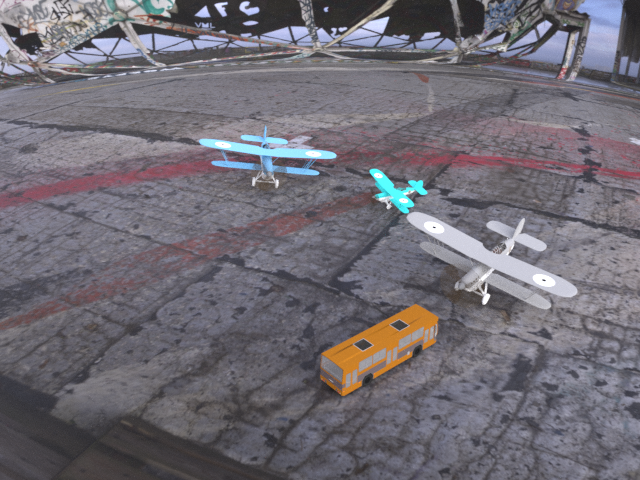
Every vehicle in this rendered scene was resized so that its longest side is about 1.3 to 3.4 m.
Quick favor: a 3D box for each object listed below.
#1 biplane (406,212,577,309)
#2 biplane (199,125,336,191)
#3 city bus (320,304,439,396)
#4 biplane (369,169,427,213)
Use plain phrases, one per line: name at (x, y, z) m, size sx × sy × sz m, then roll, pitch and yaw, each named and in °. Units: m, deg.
biplane at (2.561, 0.291, 10.251) m, size 2.598 × 0.981 × 2.120 m, roll 20°, pitch 35°, yaw 32°
biplane at (-1.011, -1.649, 13.753) m, size 2.598 × 0.981 × 2.120 m, roll -3°, pitch 29°, yaw -6°
city bus at (0.773, 1.378, 8.825) m, size 1.674 × 0.460 × 0.476 m, roll -22°, pitch 36°, yaw -34°
biplane at (1.435, -0.861, 12.822) m, size 1.090 × 0.504 × 1.336 m, roll -14°, pitch 32°, yaw -23°
